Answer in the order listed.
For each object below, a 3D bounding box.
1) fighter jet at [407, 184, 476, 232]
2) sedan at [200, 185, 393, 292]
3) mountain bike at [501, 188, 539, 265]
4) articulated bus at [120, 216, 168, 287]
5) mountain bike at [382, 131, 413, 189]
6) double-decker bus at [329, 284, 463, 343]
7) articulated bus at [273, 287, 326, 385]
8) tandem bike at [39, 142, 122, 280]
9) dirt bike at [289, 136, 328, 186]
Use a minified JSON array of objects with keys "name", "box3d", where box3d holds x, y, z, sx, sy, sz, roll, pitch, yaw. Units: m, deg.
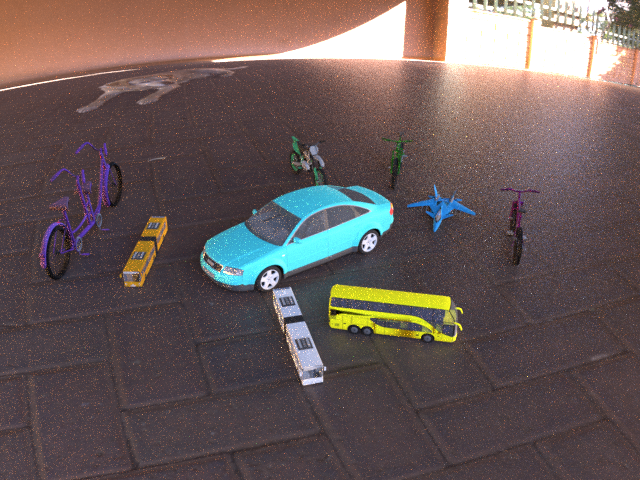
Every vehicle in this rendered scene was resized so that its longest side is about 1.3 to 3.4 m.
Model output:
[{"name":"fighter jet","box3d":[2.019,-0.520,11.729,1.147,0.286,1.358,8,30,14]},{"name":"sedan","box3d":[-0.296,-0.168,10.407,3.137,0.940,1.235,-20,34,-32]},{"name":"mountain bike","box3d":[3.005,-0.260,10.650,0.573,0.868,1.469,5,29,9]},{"name":"articulated bus","box3d":[-2.607,0.142,10.519,0.311,0.289,1.749,1,29,1]},{"name":"mountain bike","box3d":[1.450,-1.555,13.013,0.573,0.868,1.469,6,29,11]},{"name":"double-decker bus","box3d":[0.944,0.931,8.816,1.672,0.541,0.389,6,29,10]},{"name":"articulated bus","box3d":[-0.297,1.148,8.682,0.311,0.289,1.749,-7,30,-13]},{"name":"tandem bike","box3d":[-3.645,-0.605,10.803,0.550,1.326,3.192,2,29,4]},{"name":"dirt bike","box3d":[-0.216,-1.435,12.806,0.527,0.857,1.493,-14,32,-24]}]
